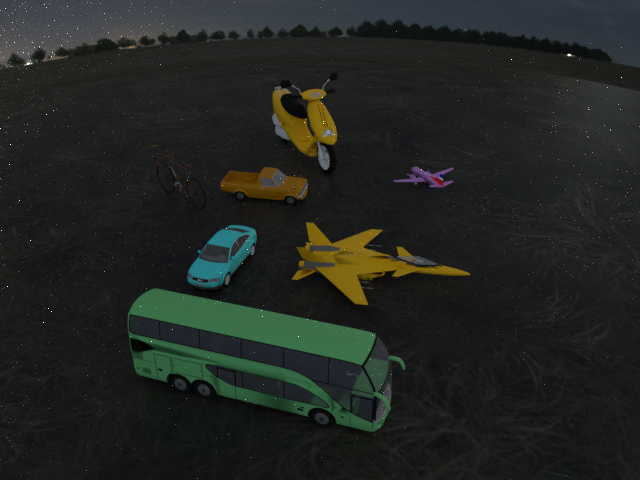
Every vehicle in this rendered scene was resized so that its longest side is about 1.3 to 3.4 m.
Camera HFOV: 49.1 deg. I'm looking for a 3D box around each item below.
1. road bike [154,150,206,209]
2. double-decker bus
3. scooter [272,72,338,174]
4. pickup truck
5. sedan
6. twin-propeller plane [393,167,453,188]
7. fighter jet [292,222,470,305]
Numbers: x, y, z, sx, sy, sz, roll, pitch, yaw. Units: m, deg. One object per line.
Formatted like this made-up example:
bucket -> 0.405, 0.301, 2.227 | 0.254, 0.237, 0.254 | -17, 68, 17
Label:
road bike -> -2.566, -1.114, 12.827 | 0.358, 0.852, 1.545 | -26, 38, -38
double-decker bus -> -0.676, 1.390, 8.182 | 3.251, 1.052, 0.756 | 10, 31, 16
scooter -> -0.350, -2.585, 14.486 | 1.288, 1.786, 2.721 | -15, 33, -24
pickup truck -> -1.037, -1.057, 13.073 | 1.603, 0.511, 0.640 | 6, 30, 10
sedan -> -1.506, 0.205, 10.863 | 0.635, 0.483, 1.613 | 9, 31, 16
twin-propeller plane -> 2.066, -1.254, 13.529 | 1.370, 0.407, 1.095 | -14, 32, -23
fighter jet -> 0.972, 0.262, 10.686 | 2.640, 0.557, 2.229 | 5, 30, 9
